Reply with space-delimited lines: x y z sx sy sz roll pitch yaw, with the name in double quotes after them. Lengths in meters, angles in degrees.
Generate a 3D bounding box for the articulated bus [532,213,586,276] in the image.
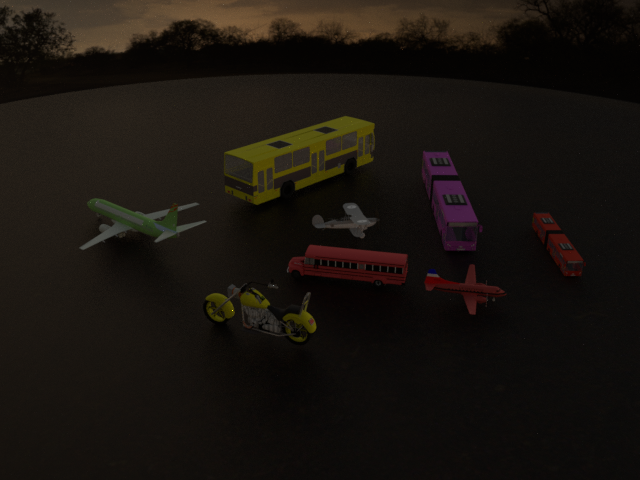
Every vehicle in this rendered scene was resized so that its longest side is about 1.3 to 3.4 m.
3.628 0.038 10.766 0.311 0.289 1.749 0 26 0 "articulated bus"

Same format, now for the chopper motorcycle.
-0.766 0.828 8.602 1.563 0.761 0.466 12 28 23 "chopper motorcycle"

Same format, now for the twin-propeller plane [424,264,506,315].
1.962 0.613 9.449 1.095 0.407 1.370 5 26 10 "twin-propeller plane"

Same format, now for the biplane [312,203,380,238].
0.415 -0.282 11.176 1.090 0.504 1.336 -4 26 -7 "biplane"

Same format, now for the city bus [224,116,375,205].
-0.301 -1.529 13.294 0.926 0.894 3.255 23 34 38 "city bus"

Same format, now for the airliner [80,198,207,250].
-3.032 -0.492 11.231 2.541 0.835 2.257 20 33 36 "airliner"

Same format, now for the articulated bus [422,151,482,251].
2.185 -0.769 12.112 0.605 0.561 3.401 1 26 1 "articulated bus"

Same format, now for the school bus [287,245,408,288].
0.380 0.361 9.936 1.708 0.434 0.365 6 26 11 "school bus"
